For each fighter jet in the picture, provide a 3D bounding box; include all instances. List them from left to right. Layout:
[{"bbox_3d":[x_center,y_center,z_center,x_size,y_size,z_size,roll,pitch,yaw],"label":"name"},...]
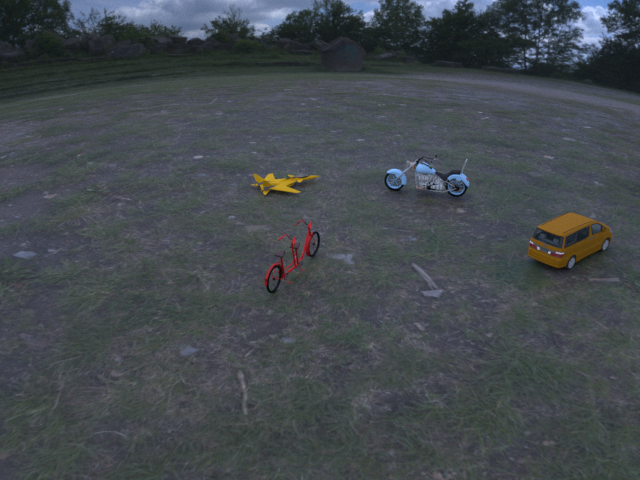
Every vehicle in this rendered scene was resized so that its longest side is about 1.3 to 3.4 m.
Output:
[{"bbox_3d":[-0.590,-1.173,13.316,1.358,0.286,1.147,-15,29,-27],"label":"fighter jet"}]

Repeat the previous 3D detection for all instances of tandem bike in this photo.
[{"bbox_3d":[-0.376,0.182,10.056,0.283,0.682,1.642,12,28,24],"label":"tandem bike"}]

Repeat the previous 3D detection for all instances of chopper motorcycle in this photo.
[{"bbox_3d":[1.958,-1.202,12.831,1.563,0.761,0.466,9,27,18],"label":"chopper motorcycle"}]

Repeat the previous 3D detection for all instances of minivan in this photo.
[{"bbox_3d":[3.844,-0.061,10.634,1.548,0.616,0.681,-20,32,-35],"label":"minivan"}]
